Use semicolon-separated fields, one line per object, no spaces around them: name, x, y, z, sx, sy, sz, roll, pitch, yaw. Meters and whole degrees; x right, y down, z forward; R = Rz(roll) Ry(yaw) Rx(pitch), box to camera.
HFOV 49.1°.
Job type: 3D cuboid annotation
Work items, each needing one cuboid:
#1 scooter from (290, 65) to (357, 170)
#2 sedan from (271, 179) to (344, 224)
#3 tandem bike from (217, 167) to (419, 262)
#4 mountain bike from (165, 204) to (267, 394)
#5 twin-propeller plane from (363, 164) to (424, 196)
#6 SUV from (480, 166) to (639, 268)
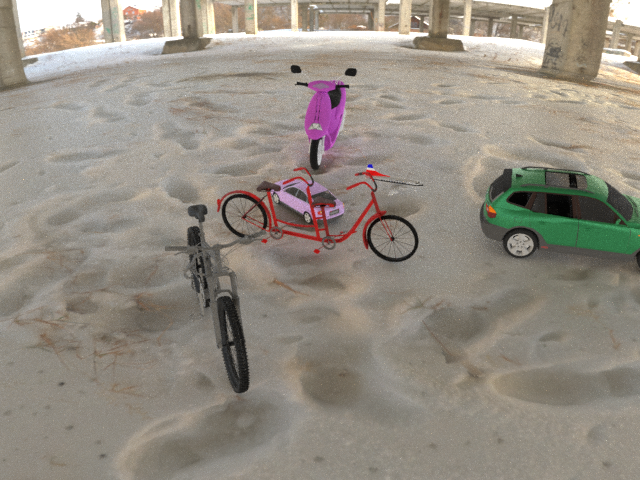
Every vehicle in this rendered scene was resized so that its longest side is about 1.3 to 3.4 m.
scooter;0.123;-2.649;13.949;1.288;1.786;2.721;5;29;10
sedan;-0.242;-0.743;11.846;0.635;0.483;1.613;-20;35;-32
tandem bike;-0.091;-0.435;10.418;3.192;1.326;0.550;9;30;16
mountain bike;-1.288;0.495;8.360;1.114;1.688;2.857;-10;30;-18
twin-propeller plane;1.338;-1.115;12.598;1.095;0.407;1.370;10;30;17
SUV;3.975;-0.376;10.515;3.058;1.128;1.276;7;30;13
